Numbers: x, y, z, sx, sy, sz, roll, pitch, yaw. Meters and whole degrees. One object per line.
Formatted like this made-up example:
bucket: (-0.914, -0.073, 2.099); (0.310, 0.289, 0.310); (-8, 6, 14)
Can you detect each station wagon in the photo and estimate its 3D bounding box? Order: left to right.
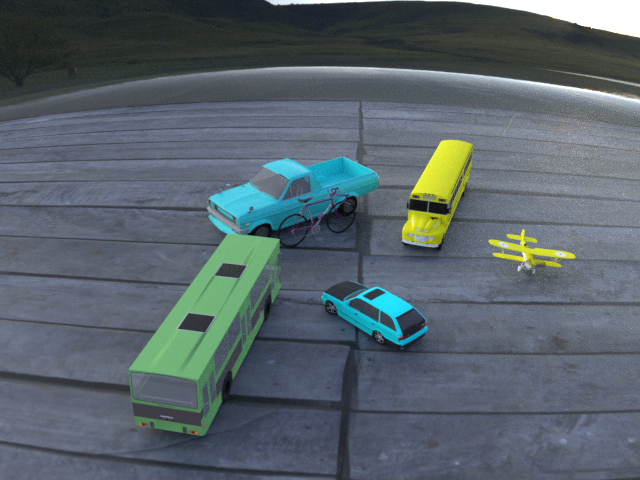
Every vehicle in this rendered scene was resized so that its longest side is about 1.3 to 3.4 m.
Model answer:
station wagon: (0.711, 0.924, 9.597); (0.682, 0.473, 1.597); (-23, 35, -36)

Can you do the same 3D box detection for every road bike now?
road bike: (-0.041, -0.386, 11.671); (1.545, 0.852, 0.358); (-17, 32, -28)

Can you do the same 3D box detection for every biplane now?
biplane: (3.264, 0.189, 10.954); (1.336, 0.504, 1.090); (2, 28, 3)

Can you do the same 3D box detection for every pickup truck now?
pickup truck: (-0.435, -0.882, 12.458); (3.117, 0.993, 1.244); (-19, 34, -32)

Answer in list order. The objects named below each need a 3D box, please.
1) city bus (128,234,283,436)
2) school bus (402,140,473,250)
city bus: (-1.296, 1.067, 8.877); (0.926, 0.894, 3.255); (6, 28, 11)
school bus: (2.159, -0.875, 12.604); (0.709, 0.844, 3.322); (9, 29, 17)
